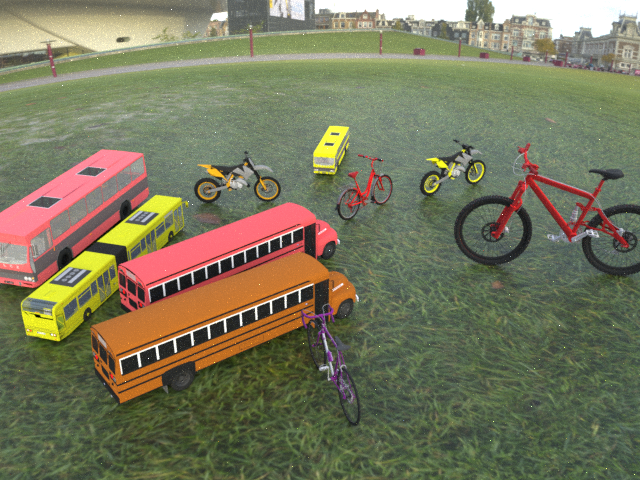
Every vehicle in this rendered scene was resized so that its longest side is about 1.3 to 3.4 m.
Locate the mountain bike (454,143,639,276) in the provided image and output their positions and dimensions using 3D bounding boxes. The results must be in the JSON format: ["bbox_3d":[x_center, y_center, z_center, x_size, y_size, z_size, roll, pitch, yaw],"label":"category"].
[{"bbox_3d":[3.331,-0.331,9.698,2.857,1.688,1.114,5,28,9],"label":"mountain bike"}]

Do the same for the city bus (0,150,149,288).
[{"bbox_3d":[-3.773,-0.408,10.714,0.926,0.894,3.255,7,28,14],"label":"city bus"}]

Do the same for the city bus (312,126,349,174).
[{"bbox_3d":[0.238,-1.775,13.843,0.476,0.460,1.674,5,28,10],"label":"city bus"}]

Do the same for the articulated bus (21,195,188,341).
[{"bbox_3d":[-2.858,0.256,9.789,0.605,0.561,3.401,8,28,15],"label":"articulated bus"}]

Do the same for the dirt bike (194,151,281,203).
[{"bbox_3d":[-1.420,-1.040,11.983,1.493,0.857,0.527,-1,27,-2],"label":"dirt bike"}]

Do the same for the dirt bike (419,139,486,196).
[{"bbox_3d":[2.393,-1.292,12.472,1.493,0.857,0.527,-15,31,-27],"label":"dirt bike"}]

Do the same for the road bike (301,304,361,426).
[{"bbox_3d":[0.127,1.281,7.482,0.358,0.852,1.545,-10,29,-18],"label":"road bike"}]

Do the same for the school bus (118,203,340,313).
[{"bbox_3d":[-1.084,0.229,9.533,3.322,0.844,0.709,-23,35,-37],"label":"school bus"}]

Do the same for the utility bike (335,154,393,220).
[{"bbox_3d":[0.710,-0.911,11.636,0.535,0.946,1.435,24,36,39],"label":"utility bike"}]

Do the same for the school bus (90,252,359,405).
[{"bbox_3d":[-0.959,0.897,8.236,3.322,0.844,0.709,-19,33,-33],"label":"school bus"}]
